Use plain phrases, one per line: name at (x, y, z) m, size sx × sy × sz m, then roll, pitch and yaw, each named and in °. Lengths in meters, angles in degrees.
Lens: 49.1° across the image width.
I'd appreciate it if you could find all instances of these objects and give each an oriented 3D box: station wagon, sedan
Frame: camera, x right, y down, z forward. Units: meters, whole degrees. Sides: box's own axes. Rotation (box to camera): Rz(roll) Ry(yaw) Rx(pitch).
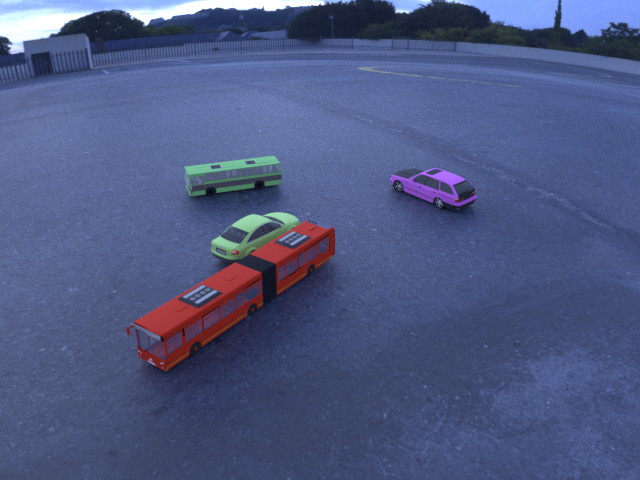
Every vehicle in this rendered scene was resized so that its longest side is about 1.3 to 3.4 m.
station wagon at (1.947, -0.983, 12.202) m, size 0.682 × 0.473 × 1.597 m, roll -22°, pitch 35°, yaw -36°
sedan at (-0.933, -0.118, 10.527) m, size 0.635 × 0.483 × 1.613 m, roll 20°, pitch 33°, yaw 33°

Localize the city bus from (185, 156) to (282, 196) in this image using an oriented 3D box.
city bus at (-1.545, -1.130, 12.499) m, size 1.674 × 0.460 × 0.476 m, roll -9°, pitch 29°, yaw -17°

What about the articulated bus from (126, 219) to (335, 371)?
articulated bus at (-0.960, 0.594, 9.073) m, size 0.605 × 0.561 × 3.401 m, roll 18°, pitch 33°, yaw 31°
